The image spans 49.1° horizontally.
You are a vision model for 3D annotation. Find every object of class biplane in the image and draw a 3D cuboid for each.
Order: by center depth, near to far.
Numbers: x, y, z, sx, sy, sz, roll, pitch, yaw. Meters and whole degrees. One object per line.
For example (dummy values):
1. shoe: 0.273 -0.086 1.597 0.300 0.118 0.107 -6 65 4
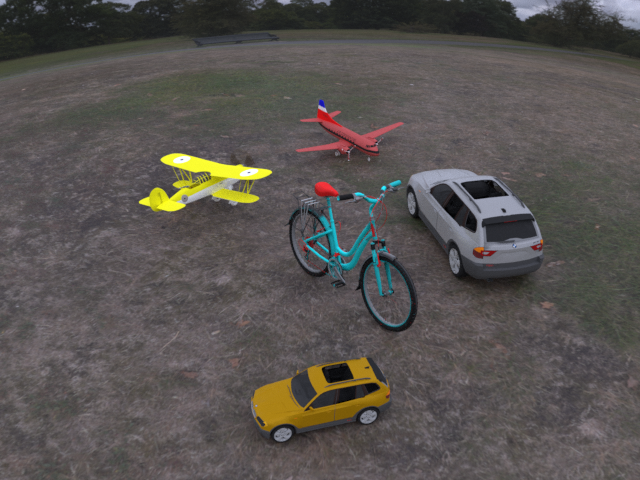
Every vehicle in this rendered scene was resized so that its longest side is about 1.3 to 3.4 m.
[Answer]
1. biplane: -2.019 -0.901 11.811 2.598 0.981 2.120 23 38 34

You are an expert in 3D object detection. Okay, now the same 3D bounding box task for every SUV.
1. SUV: 0.012 1.716 7.761 1.572 0.580 0.656 -8 31 -14
2. SUV: 2.349 -0.474 10.942 1.276 1.128 3.058 -7 31 -11

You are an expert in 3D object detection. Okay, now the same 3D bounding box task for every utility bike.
1. utility bike: 0.427 -0.035 9.496 1.039 1.839 2.791 -21 37 -32

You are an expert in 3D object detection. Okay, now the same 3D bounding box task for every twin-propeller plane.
1. twin-propeller plane: 0.538 -2.224 14.246 2.663 0.792 2.129 -19 36 -29
